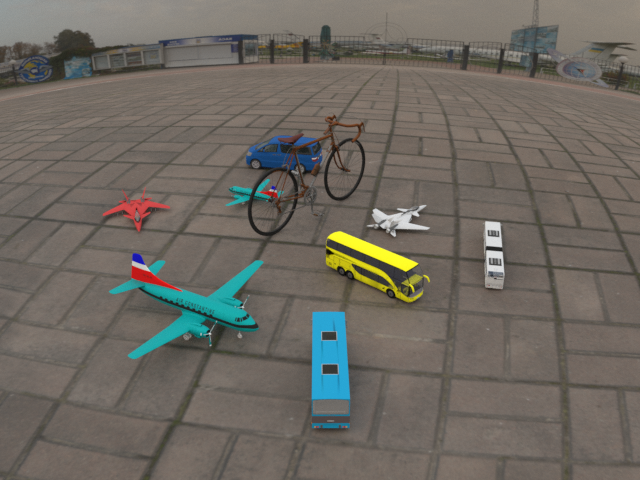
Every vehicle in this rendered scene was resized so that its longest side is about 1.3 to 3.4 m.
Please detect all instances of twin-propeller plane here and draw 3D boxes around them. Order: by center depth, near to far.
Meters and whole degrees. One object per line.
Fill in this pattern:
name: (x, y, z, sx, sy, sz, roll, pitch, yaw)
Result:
twin-propeller plane: (-1.692, 0.741, 9.195, 2.129, 0.792, 2.663, 15, 31, 26)
twin-propeller plane: (-1.217, -0.881, 12.705, 1.095, 0.407, 1.370, 15, 31, 26)

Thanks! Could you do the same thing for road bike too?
road bike: (-0.147, -1.163, 11.899, 0.696, 1.656, 3.004, 22, 35, 35)

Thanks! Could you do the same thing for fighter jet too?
fighter jet: (1.452, -0.462, 12.037, 1.147, 0.286, 1.358, 22, 35, 36)
fighter jet: (-3.185, -0.522, 12.151, 1.147, 0.286, 1.358, -7, 29, -14)

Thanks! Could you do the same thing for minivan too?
minivan: (-0.740, -1.770, 14.180, 1.548, 0.616, 0.681, 7, 29, 14)

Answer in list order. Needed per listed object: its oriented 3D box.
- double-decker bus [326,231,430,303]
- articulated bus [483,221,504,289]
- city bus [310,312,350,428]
double-decker bus: (0.788, 0.388, 10.139, 1.672, 0.541, 0.389, 23, 35, 37)
articulated bus: (2.665, 0.204, 10.762, 0.311, 0.289, 1.749, 5, 28, 10)
city bus: (0.111, 1.483, 8.135, 0.476, 0.460, 1.674, 0, 28, 0)
